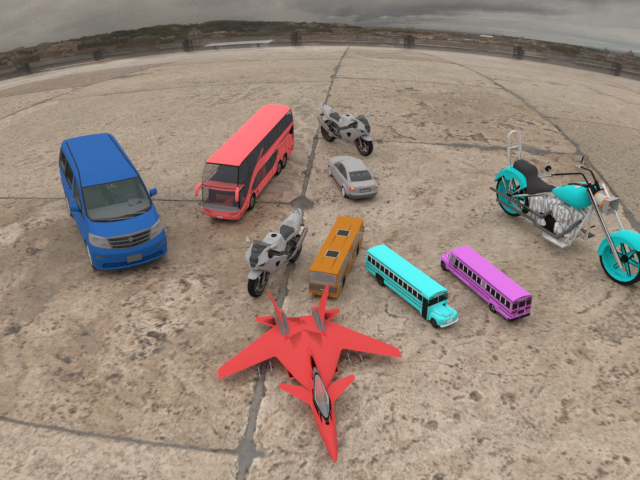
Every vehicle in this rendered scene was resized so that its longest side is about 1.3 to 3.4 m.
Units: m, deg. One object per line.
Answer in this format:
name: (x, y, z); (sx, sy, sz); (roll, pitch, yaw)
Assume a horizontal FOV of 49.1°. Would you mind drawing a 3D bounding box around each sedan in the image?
sedan: (0.587, -1.243, 12.922); (0.635, 0.483, 1.613); (-8, 31, -13)

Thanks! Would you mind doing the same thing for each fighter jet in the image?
fighter jet: (-0.072, 1.471, 8.201); (2.229, 0.557, 2.640); (-5, 31, -9)

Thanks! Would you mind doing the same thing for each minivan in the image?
minivan: (-3.397, -0.679, 11.248); (1.324, 1.197, 3.011); (-14, 33, -23)

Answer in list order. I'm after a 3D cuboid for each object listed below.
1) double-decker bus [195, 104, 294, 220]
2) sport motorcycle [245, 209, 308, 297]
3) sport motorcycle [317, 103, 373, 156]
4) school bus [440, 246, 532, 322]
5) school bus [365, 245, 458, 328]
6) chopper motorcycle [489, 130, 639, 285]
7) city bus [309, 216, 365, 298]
double-decker bus: (-1.251, -1.453, 12.718); (0.756, 1.052, 3.251); (8, 31, 13)
sport motorcycle: (-0.640, 0.181, 10.148); (0.506, 0.821, 1.520); (14, 33, 22)
sport motorcycle: (0.536, -2.276, 14.355); (0.506, 0.821, 1.520); (-24, 38, -35)
school bus: (2.295, 0.546, 9.908); (0.365, 0.434, 1.708); (-14, 33, -22)
school bus: (1.266, 0.630, 9.763); (0.365, 0.434, 1.708); (-18, 35, -27)
chopper motorcycle: (3.827, -0.552, 10.751); (0.906, 1.480, 3.040); (-16, 34, -26)
city bus: (0.266, 0.240, 10.405); (0.476, 0.460, 1.674); (8, 31, 14)
